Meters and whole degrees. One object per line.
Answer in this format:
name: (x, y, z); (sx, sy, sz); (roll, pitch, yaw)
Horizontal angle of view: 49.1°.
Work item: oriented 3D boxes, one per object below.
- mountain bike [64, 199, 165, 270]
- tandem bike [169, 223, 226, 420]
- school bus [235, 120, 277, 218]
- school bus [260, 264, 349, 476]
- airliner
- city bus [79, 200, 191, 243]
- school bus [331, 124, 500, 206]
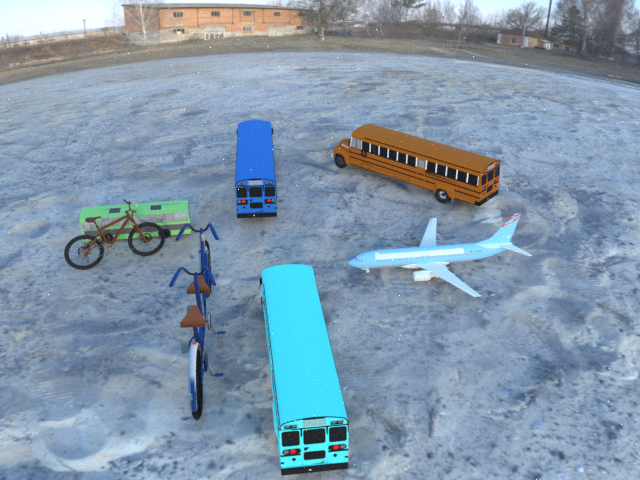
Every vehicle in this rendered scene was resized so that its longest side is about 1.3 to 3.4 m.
mountain bike: (-3.010, -0.049, 10.259); (1.469, 0.868, 0.573); (-13, 32, -22)
tandem bike: (-1.443, 0.744, 8.383); (0.550, 1.326, 3.192); (-3, 29, -5)
school bus: (-1.165, -1.397, 12.681); (0.709, 0.844, 3.322); (-2, 29, -4)
school bus: (-0.267, 1.209, 8.047); (0.709, 0.844, 3.322); (-4, 30, -7)
airliner: (1.670, 0.053, 10.112); (2.541, 0.835, 2.257); (-3, 30, -6)
city bus: (-2.903, -0.286, 11.096); (1.674, 0.460, 0.476); (-5, 30, -8)
school bus: (1.627, -1.434, 12.747); (3.322, 0.844, 0.709); (23, 37, 35)
